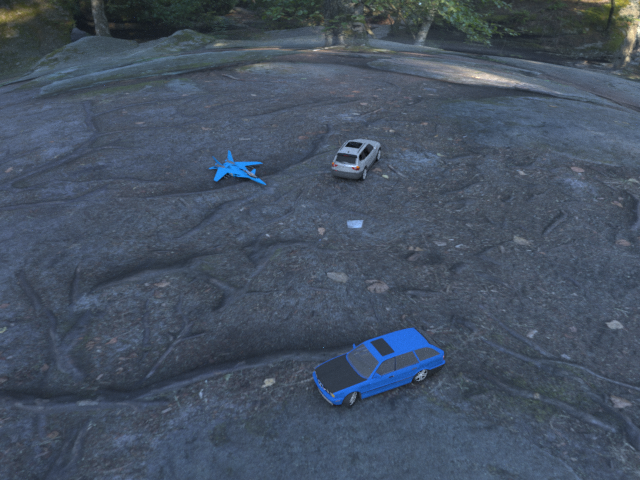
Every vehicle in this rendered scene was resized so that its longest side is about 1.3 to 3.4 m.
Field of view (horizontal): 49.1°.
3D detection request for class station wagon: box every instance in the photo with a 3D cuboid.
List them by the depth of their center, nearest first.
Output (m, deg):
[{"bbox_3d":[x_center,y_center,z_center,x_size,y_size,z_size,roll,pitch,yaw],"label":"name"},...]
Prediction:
[{"bbox_3d":[0.702,1.465,8.354,1.597,0.473,0.682,-14,33,-22],"label":"station wagon"}]

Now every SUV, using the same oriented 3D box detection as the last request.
[{"bbox_3d":[0.714,-1.654,13.558,0.656,0.580,1.572,11,32,17],"label":"SUV"}]

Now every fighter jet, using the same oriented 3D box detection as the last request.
[{"bbox_3d":[-1.478,-1.336,13.306,1.358,0.286,1.147,27,40,37],"label":"fighter jet"}]
